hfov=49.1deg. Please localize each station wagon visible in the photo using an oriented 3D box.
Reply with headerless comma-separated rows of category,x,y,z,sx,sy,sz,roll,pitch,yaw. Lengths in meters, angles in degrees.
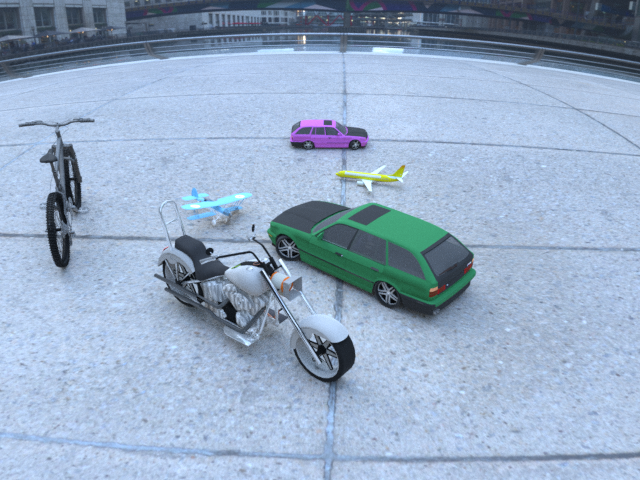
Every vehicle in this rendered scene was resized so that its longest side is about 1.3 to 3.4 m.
station wagon,0.194,-2.165,14.228,1.597,0.473,0.682,0,30,1
station wagon,0.636,0.012,9.955,3.105,0.920,1.327,23,37,35

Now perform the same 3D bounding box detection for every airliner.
airliner,0.907,-1.223,12.619,1.307,0.429,1.161,9,31,15

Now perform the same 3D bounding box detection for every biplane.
biplane,-1.749,-0.561,11.381,1.336,0.504,1.090,-26,39,-38

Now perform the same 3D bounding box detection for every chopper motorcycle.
chopper motorcycle,-0.869,0.572,8.409,3.040,1.480,0.906,21,36,32

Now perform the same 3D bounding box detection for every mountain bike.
mountain bike,-3.925,-0.838,10.673,1.114,1.688,2.857,-6,30,-10
